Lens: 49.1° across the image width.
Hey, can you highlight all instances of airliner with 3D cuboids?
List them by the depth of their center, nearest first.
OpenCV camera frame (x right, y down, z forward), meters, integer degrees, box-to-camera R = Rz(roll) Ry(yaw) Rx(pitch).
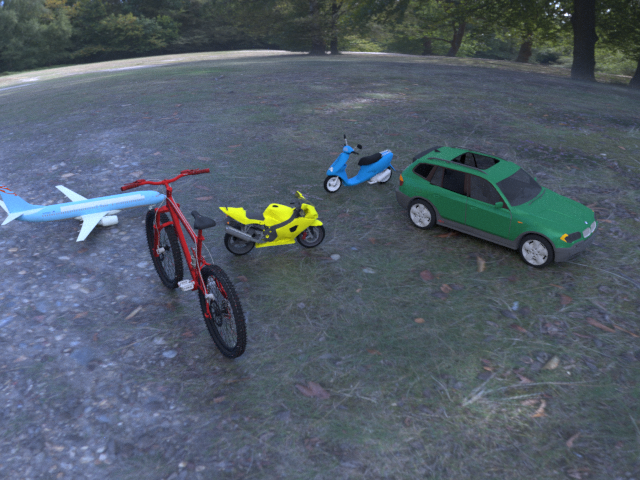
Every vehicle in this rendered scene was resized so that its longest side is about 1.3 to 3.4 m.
[{"bbox_3d":[-3.687,-0.675,11.004,2.541,0.835,2.257,-13,30,-23],"label":"airliner"}]

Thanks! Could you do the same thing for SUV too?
[{"bbox_3d":[2.615,-0.613,10.565,3.058,1.128,1.276,21,34,35],"label":"SUV"}]

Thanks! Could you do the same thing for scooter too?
[{"bbox_3d":[0.699,-1.337,12.197,1.399,0.919,0.662,-12,30,-22],"label":"scooter"}]

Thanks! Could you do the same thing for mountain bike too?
[{"bbox_3d":[-1.575,0.192,8.393,1.114,1.688,2.857,-16,31,-28],"label":"mountain bike"}]

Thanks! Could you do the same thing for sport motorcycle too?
[{"bbox_3d":[-0.668,-0.207,10.113,1.520,0.821,0.506,-6,28,-11],"label":"sport motorcycle"}]
